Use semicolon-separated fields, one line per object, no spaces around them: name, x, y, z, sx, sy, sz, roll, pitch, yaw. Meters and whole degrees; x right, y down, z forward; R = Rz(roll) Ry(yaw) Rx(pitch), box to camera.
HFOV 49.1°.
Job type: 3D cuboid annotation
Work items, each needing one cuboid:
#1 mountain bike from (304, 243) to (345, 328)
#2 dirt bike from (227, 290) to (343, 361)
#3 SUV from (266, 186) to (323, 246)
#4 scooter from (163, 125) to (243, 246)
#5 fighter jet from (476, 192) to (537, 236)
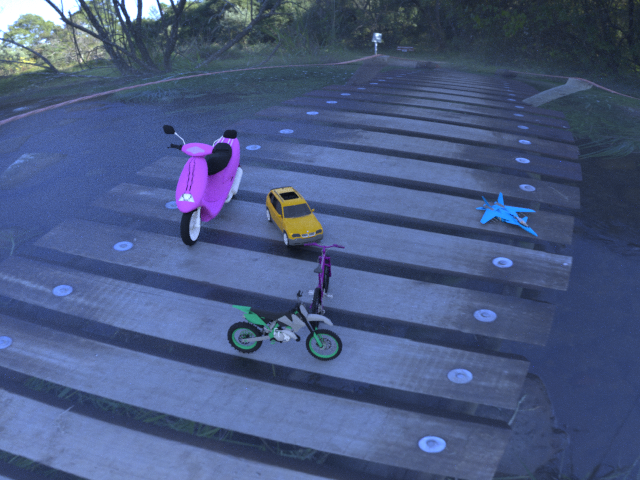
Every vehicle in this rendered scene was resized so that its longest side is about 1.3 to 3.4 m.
mountain bike;0.023;0.576;9.807;0.573;0.868;1.469;4;28;7
dirt bike;-0.454;1.114;8.811;1.493;0.857;0.527;5;28;8
SUV;-0.465;-0.437;12.009;0.656;0.580;1.572;-10;30;-19
scooter;-1.916;-1.203;12.164;1.288;1.786;2.721;6;29;11
fighter jet;3.390;-0.431;12.310;1.147;0.286;1.358;-12;30;-21
